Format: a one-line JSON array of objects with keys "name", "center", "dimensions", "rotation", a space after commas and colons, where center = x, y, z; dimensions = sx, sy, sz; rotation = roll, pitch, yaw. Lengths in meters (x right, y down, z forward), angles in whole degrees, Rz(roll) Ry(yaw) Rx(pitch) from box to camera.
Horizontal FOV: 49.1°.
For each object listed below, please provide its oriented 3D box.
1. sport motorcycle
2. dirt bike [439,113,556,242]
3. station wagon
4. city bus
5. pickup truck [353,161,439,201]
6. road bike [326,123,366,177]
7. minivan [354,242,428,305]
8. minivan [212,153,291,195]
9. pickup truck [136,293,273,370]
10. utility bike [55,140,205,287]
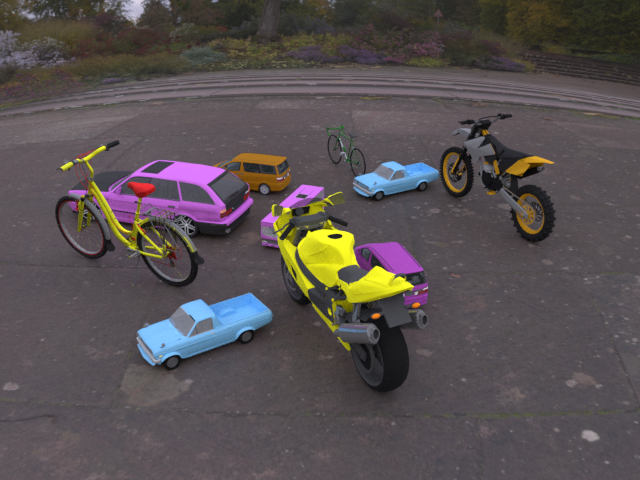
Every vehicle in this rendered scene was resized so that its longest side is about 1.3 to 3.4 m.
[{"name": "sport motorcycle", "center": [0.199, 0.511, 8.234], "dimensions": [0.983, 1.596, 2.955], "rotation": [-12, 29, -24]}, {"name": "dirt bike", "center": [2.864, -1.147, 11.568], "dimensions": [1.024, 1.666, 2.903], "rotation": [-12, 28, -23]}, {"name": "station wagon", "center": [-2.727, -0.807, 11.720], "dimensions": [3.105, 0.920, 1.327], "rotation": [9, 27, 17]}, {"name": "city bus", "center": [-0.417, -0.385, 11.378], "dimensions": [0.476, 0.460, 1.674], "rotation": [10, 28, 19]}, {"name": "pickup truck", "center": [1.409, -1.158, 12.911], "dimensions": [1.603, 0.511, 0.640], "rotation": [-14, 29, -26]}, {"name": "road bike", "center": [0.511, -1.770, 13.783], "dimensions": [0.358, 0.852, 1.545], "rotation": [-12, 29, -24]}, {"name": "minivan", "center": [0.927, 0.379, 9.628], "dimensions": [0.681, 0.616, 1.548], "rotation": [-8, 27, -15]}, {"name": "minivan", "center": [-1.338, -1.276, 13.035], "dimensions": [1.548, 0.616, 0.681], "rotation": [8, 27, 16]}, {"name": "pickup truck", "center": [-1.379, 1.018, 8.432], "dimensions": [1.603, 0.511, 0.640], "rotation": [-16, 30, -30]}, {"name": "utility bike", "center": [-2.799, -0.306, 9.638], "dimensions": [2.791, 1.839, 1.039], "rotation": [14, 29, 27]}]
